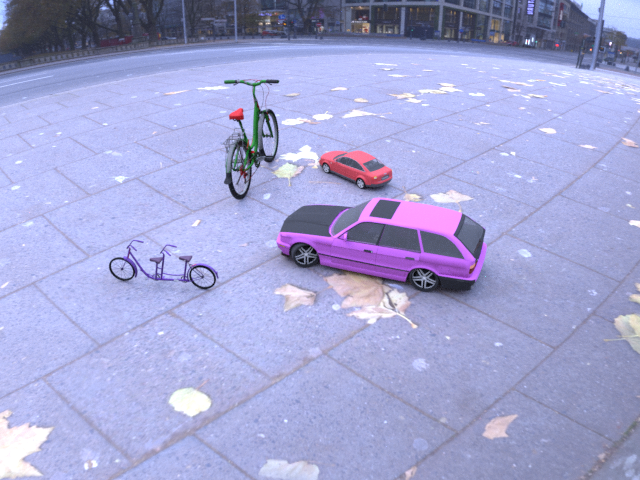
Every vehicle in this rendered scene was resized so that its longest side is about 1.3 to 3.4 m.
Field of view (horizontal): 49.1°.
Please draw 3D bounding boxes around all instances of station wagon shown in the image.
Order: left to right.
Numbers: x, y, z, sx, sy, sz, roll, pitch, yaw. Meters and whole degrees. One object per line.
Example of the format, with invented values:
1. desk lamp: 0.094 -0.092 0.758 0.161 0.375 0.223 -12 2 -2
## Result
1. station wagon: 0.887 -0.079 10.441 3.105 0.920 1.327 11 32 17

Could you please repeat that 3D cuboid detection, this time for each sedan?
1. sedan: 0.650 -1.417 13.184 0.635 0.483 1.613 -25 38 -36

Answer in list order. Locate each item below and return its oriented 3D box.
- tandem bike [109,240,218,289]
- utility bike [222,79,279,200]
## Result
1. tandem bike: -2.241 0.356 9.929 1.642 0.682 0.283 5 30 9
2. utility bike: -1.325 -1.963 12.774 1.039 1.839 2.791 7 31 12
